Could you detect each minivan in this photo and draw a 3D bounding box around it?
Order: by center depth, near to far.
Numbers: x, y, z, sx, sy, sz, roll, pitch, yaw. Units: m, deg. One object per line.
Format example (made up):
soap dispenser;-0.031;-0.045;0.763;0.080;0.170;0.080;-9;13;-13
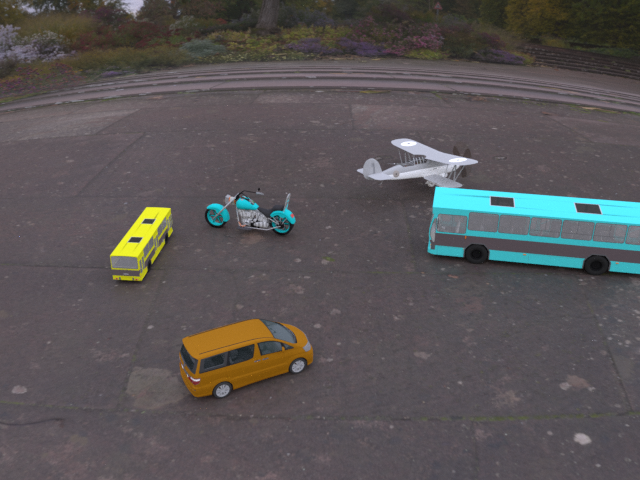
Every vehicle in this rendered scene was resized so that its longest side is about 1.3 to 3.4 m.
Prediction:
minivan;-0.832;1.291;8.106;1.548;0.616;0.681;-14;30;-25

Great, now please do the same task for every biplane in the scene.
biplane;1.730;-1.317;12.769;2.120;0.981;2.598;-11;29;-20

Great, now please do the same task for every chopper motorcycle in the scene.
chopper motorcycle;-1.152;-0.486;11.397;1.563;0.761;0.466;8;28;15

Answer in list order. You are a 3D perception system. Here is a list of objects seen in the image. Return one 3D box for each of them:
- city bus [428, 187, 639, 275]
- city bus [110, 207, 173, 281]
city bus;3.303;-0.123;10.547;3.255;0.894;0.926;5;28;10
city bus;-2.683;0.055;10.675;0.476;0.460;1.674;2;27;5
